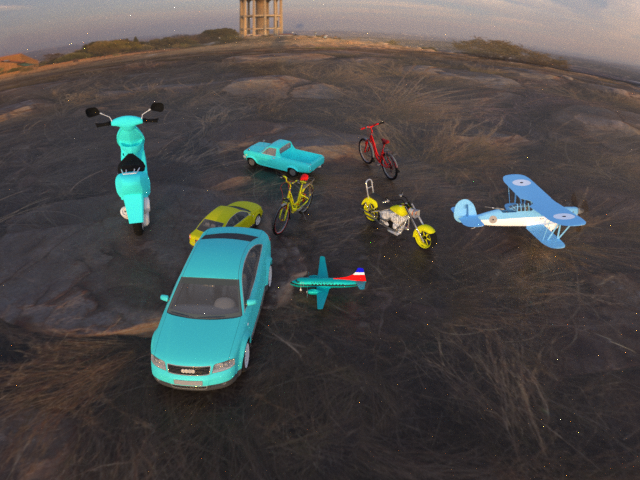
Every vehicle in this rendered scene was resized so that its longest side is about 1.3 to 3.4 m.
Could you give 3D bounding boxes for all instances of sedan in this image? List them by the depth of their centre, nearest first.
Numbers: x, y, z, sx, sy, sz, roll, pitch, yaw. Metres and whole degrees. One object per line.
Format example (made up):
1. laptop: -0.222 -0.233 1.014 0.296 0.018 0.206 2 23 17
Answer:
1. sedan: -1.372 0.699 9.265 1.235 0.940 3.137 3 30 4
2. sedan: -1.506 -0.298 11.441 0.635 0.483 1.613 14 33 22

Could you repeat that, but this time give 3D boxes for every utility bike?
1. utility bike: -0.381 -0.693 11.661 0.535 0.946 1.435 14 33 23
2. utility bike: 1.081 -1.729 13.448 0.535 0.946 1.435 -15 33 -24

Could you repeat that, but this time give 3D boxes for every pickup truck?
1. pickup truck: -0.722 -1.659 13.760 1.603 0.511 0.640 16 34 26

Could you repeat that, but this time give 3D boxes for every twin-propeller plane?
1. twin-propeller plane: 0.114 0.566 10.025 1.095 0.407 1.370 1 30 1

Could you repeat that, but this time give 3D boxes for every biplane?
1. biplane: 3.155 -0.410 11.137 2.120 0.981 2.598 -3 30 -5

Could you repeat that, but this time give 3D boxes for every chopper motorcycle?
1. chopper motorcycle: 1.273 -0.422 11.377 0.466 0.761 1.563 -24 38 -36

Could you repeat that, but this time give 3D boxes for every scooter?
1. scooter: -3.208 -1.337 11.933 1.288 1.786 2.721 -7 31 -12
